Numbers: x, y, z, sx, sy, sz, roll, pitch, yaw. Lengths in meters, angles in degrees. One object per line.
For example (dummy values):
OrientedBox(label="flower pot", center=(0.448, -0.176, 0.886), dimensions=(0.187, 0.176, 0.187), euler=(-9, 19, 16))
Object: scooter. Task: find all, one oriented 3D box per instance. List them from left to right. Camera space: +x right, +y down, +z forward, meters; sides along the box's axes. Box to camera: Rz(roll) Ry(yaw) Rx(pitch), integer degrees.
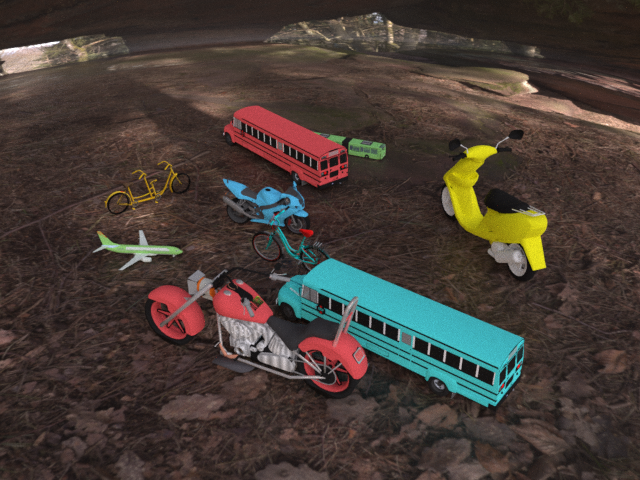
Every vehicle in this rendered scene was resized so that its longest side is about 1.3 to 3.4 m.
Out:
OrientedBox(label="scooter", center=(2.592, -0.650, 10.620), dimensions=(1.288, 1.786, 2.721), euler=(-11, 33, -18))

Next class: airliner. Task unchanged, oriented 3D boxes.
OrientedBox(label="airliner", center=(-2.768, 0.065, 10.748), dimensions=(1.307, 0.429, 1.161), euler=(1, 31, 2))

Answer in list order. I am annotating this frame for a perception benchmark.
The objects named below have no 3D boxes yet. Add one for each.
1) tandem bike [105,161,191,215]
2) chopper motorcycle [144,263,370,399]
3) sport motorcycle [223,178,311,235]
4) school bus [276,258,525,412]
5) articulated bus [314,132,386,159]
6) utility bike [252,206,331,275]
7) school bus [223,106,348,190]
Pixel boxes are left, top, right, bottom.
OrientedBox(label="tandem bike", center=(-2.982, -0.932, 12.163), dimensions=(1.642, 0.682, 0.283), euler=(-23, 38, -33))
OrientedBox(label="chopper motorcycle", center=(-0.849, 0.929, 8.287), dimensions=(3.040, 1.480, 0.906), euler=(15, 34, 23))
OrientedBox(label="sport motorcycle", center=(-0.868, -0.550, 11.392), dimensions=(1.520, 0.821, 0.506), euler=(11, 33, 18))
OrientedBox(label="school bus", center=(0.844, 1.033, 8.731), dimensions=(3.322, 0.844, 0.709), euler=(22, 37, 32))
OrientedBox(label="articulated bus", center=(0.466, -1.925, 14.202), dimensions=(1.749, 0.289, 0.311), euler=(13, 33, 20))
OrientedBox(label="utility bike", center=(-0.430, 0.066, 10.243), dimensions=(1.435, 0.946, 0.535), euler=(15, 34, 24))
OrientedBox(label="school bus", center=(-0.780, -1.877, 13.581), dimensions=(0.709, 0.844, 3.322), euler=(-23, 38, -33))
